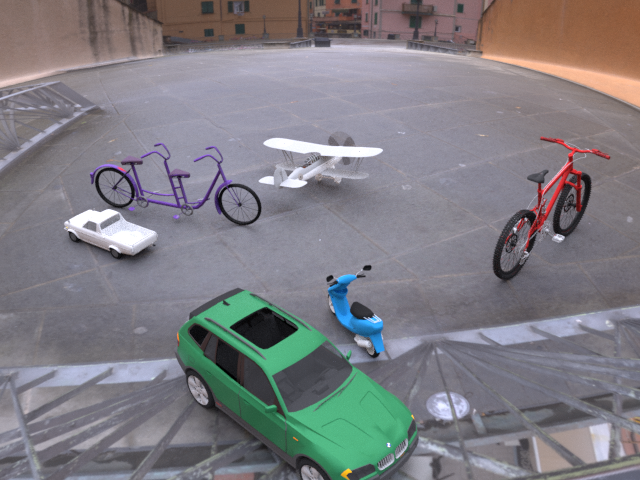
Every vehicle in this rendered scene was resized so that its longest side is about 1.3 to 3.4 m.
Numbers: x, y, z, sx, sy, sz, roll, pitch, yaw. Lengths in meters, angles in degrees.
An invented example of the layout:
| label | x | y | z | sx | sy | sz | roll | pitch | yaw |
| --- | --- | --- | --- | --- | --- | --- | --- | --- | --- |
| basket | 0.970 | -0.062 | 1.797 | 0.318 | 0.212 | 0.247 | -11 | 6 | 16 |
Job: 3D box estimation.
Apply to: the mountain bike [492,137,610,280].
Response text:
| label | x | y | z | sx | sy | sz | roll | pitch | yaw |
| --- | --- | --- | --- | --- | --- | --- | --- | --- | --- |
| mountain bike | 3.488 | -0.507 | 10.659 | 1.114 | 1.688 | 2.857 | 26 | 39 | 37 |

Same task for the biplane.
| label | x | y | z | sx | sy | sz | roll | pitch | yaw |
| --- | --- | --- | --- | --- | --- | --- | --- | --- | --- |
| biplane | -0.184 | -1.345 | 12.794 | 2.598 | 0.981 | 2.120 | 20 | 36 | 31 |

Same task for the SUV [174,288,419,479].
| label | x | y | z | sx | sy | sz | roll | pitch | yaw |
| --- | --- | --- | --- | --- | --- | --- | --- | --- | --- |
| SUV | -0.347 | 1.545 | 7.704 | 3.058 | 1.128 | 1.276 | 26 | 39 | 37 |

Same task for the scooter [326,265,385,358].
| label | x | y | z | sx | sy | sz | roll | pitch | yaw |
| --- | --- | --- | --- | --- | --- | --- | --- | --- | --- |
| scooter | 0.444 | 0.861 | 9.082 | 0.662 | 0.919 | 1.399 | -14 | 33 | -23 |

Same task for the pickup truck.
| label | x | y | z | sx | sy | sz | roll | pitch | yaw |
| --- | --- | --- | --- | --- | --- | --- | --- | --- | --- |
| pickup truck | -3.372 | -0.159 | 11.230 | 1.603 | 0.511 | 0.640 | 18 | 35 | 27 |

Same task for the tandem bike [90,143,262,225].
| label | x | y | z | sx | sy | sz | roll | pitch | yaw |
| --- | --- | --- | --- | --- | --- | --- | --- | --- | --- |
| tandem bike | -2.500 | -0.994 | 11.852 | 3.192 | 1.326 | 0.550 | 8 | 31 | 14 |
